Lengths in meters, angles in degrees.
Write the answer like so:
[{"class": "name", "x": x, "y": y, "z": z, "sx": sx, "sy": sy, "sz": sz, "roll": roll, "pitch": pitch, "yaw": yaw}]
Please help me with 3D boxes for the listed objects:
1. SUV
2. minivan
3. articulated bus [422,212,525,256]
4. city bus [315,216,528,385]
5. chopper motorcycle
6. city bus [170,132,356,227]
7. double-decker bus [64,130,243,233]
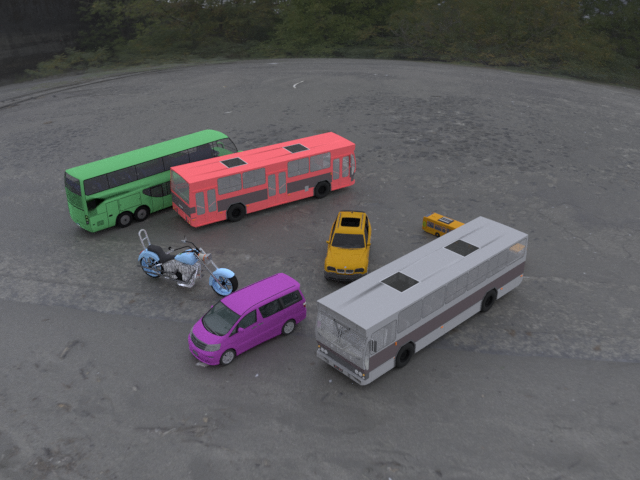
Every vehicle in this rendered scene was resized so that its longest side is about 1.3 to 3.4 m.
[{"class": "SUV", "x": 0.436, "y": 0.061, "z": 10.463, "sx": 0.656, "sy": 0.580, "sz": 1.572, "roll": 3, "pitch": 28, "yaw": 6}, {"class": "minivan", "x": -0.907, "y": 0.969, "z": 8.739, "sx": 1.548, "sy": 0.616, "sz": 0.681, "roll": -22, "pitch": 36, "yaw": -35}, {"class": "articulated bus", "x": 2.379, "y": -0.028, "z": 10.935, "sx": 1.749, "sy": 0.289, "sz": 0.311, "roll": 24, "pitch": 37, "yaw": 37}, {"class": "city bus", "x": 1.390, "y": 0.698, "z": 8.949, "sx": 3.255, "sy": 0.894, "sz": 0.926, "roll": -24, "pitch": 37, "yaw": -37}, {"class": "chopper motorcycle", "x": -1.872, "y": 0.321, "z": 9.790, "sx": 1.563, "sy": 0.761, "sz": 0.466, "roll": 11, "pitch": 30, "yaw": 20}, {"class": "city bus", "x": -0.920, "y": -1.064, "z": 12.220, "sx": 3.255, "sy": 0.894, "sz": 0.926, "roll": -17, "pitch": 33, "yaw": -29}, {"class": "double-decker bus", "x": -2.747, "y": -1.094, "z": 12.110, "sx": 3.251, "sy": 1.052, "sz": 0.756, "roll": -25, "pitch": 37, "yaw": -38}]
